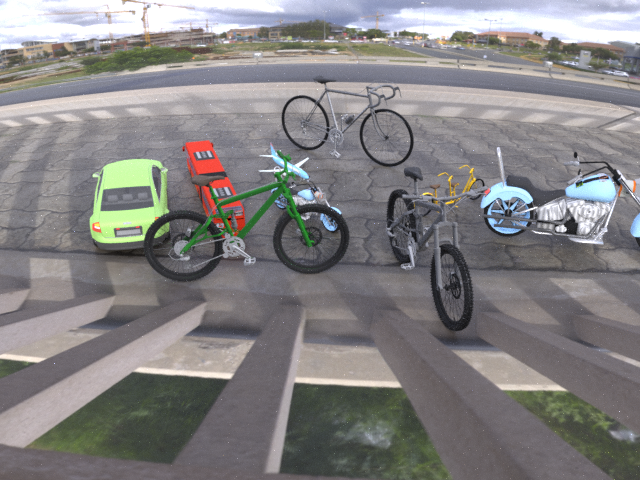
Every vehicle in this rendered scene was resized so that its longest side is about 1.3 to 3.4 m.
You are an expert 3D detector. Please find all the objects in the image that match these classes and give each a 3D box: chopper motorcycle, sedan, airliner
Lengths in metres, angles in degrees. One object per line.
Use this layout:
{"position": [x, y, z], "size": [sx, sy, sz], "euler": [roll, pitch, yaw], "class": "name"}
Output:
{"position": [-0.229, -0.674, 11.498], "size": [1.563, 0.761, 0.466], "euler": [24, 36, 38], "class": "chopper motorcycle"}
{"position": [3.994, -0.581, 10.536], "size": [3.040, 1.480, 0.906], "euler": [6, 28, 11], "class": "chopper motorcycle"}
{"position": [-3.109, -0.789, 11.526], "size": [1.235, 0.940, 3.137], "euler": [-6, 28, -11], "class": "sedan"}
{"position": [-0.607, -1.501, 13.460], "size": [1.161, 0.429, 1.307], "euler": [-19, 33, -32], "class": "airliner"}

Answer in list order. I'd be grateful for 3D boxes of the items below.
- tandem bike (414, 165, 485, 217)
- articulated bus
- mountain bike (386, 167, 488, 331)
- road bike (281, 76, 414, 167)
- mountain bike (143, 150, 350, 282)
{"position": [2.232, -0.854, 11.932], "size": [1.642, 0.682, 0.283], "euler": [-17, 32, -30], "class": "tandem bike"}
{"position": [-1.884, -0.964, 12.278], "size": [0.605, 0.561, 3.401], "euler": [-8, 28, -15], "class": "articulated bus"}
{"position": [1.405, -0.071, 9.322], "size": [1.114, 1.688, 2.857], "euler": [-7, 28, -12], "class": "mountain bike"}
{"position": [0.489, -2.413, 13.889], "size": [3.004, 1.656, 0.696], "euler": [15, 31, 27], "class": "road bike"}
{"position": [-0.999, -0.225, 9.619], "size": [2.857, 1.688, 1.114], "euler": [-3, 28, -6], "class": "mountain bike"}
